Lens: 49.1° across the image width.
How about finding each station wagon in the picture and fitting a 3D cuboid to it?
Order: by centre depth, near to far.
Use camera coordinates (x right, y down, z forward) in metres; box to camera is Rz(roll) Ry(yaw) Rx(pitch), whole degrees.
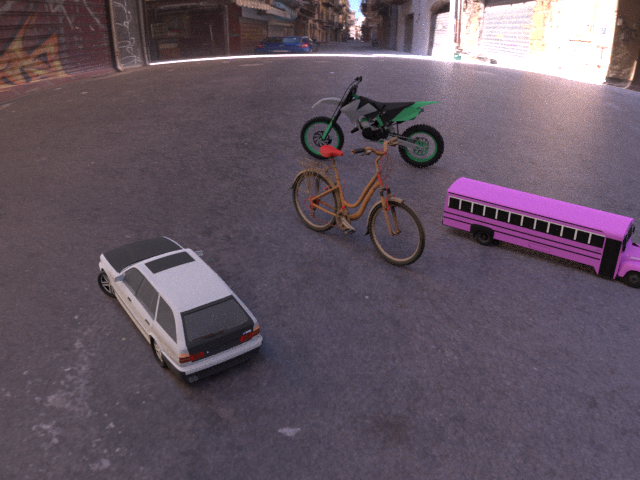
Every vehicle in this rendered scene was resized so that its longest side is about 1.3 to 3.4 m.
[{"bbox_3d":[-1.984,0.647,9.348,1.327,0.920,3.105,-18,34,-29],"label":"station wagon"}]

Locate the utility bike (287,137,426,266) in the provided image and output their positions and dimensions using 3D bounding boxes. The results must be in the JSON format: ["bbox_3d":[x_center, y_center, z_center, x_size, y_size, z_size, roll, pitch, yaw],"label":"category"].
[{"bbox_3d":[0.573,-0.775,10.949,2.791,1.839,1.039,24,37,36],"label":"utility bike"}]

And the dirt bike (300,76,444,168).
[{"bbox_3d":[1.017,-2.277,13.812,2.903,1.666,1.024,6,30,10],"label":"dirt bike"}]

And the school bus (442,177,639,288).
[{"bbox_3d":[3.574,-0.169,10.885,3.322,0.844,0.709,18,34,29],"label":"school bus"}]
